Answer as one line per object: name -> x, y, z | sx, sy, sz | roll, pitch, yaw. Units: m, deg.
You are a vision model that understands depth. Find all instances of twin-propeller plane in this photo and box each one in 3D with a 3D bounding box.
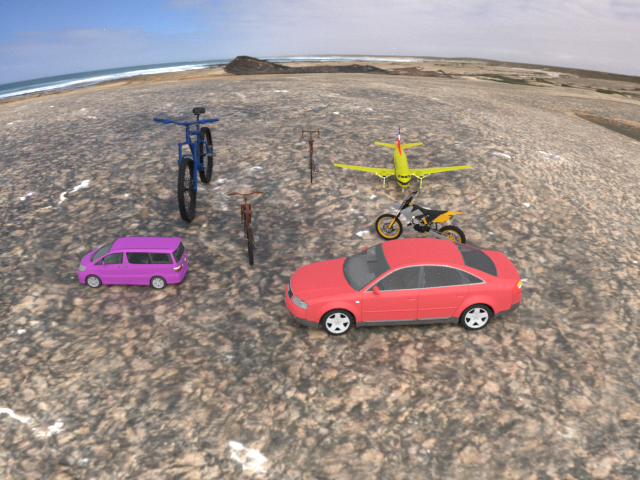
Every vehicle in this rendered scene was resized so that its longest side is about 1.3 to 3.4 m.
twin-propeller plane -> 1.600, -1.587, 13.783 | 2.663, 0.792, 2.129 | 1, 26, 2

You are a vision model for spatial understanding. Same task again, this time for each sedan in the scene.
sedan -> 1.096, 0.535, 9.327 | 3.137, 0.940, 1.235 | -2, 26, -4

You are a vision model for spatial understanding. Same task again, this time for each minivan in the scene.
minivan -> -2.729, 0.303, 10.162 | 1.548, 0.616, 0.681 | 1, 26, 2

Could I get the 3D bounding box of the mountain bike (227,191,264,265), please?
mountain bike -> -1.132, -0.241, 10.977 | 0.573, 0.868, 1.469 | -4, 27, -8

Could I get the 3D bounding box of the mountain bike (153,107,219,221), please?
mountain bike -> -2.249, -1.523, 12.643 | 1.114, 1.688, 2.857 | 1, 26, 1

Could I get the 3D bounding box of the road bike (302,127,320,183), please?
road bike -> -0.178, -1.727, 13.999 | 0.358, 0.852, 1.545 | -1, 26, -1

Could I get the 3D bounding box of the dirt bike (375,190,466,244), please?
dirt bike -> 1.582, -0.281, 11.070 | 1.493, 0.857, 0.527 | 11, 28, 21
